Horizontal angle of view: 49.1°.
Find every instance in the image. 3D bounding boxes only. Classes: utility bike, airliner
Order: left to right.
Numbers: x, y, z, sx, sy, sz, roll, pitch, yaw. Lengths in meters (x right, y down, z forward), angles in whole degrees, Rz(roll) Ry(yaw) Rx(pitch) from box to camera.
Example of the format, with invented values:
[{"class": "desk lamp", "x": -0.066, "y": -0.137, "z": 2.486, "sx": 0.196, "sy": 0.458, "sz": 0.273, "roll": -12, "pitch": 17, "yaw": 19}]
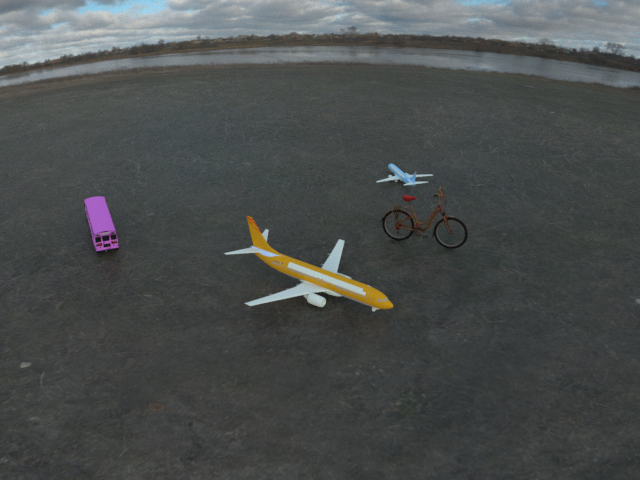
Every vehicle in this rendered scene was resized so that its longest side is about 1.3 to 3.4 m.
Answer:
[{"class": "airliner", "x": -0.073, "y": 0.337, "z": 9.799, "sx": 2.541, "sy": 0.835, "sz": 2.257, "roll": 18, "pitch": 32, "yaw": 31}, {"class": "airliner", "x": 1.579, "y": -1.327, "z": 13.455, "sx": 1.161, "sy": 0.429, "sz": 1.307, "roll": -8, "pitch": 28, "yaw": -15}, {"class": "utility bike", "x": 1.650, "y": -0.386, "z": 11.076, "sx": 1.435, "sy": 0.946, "sz": 0.535, "roll": 10, "pitch": 29, "yaw": 18}]

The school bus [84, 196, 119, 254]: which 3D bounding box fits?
[{"class": "school bus", "x": -3.599, "y": -0.296, "z": 11.460, "sx": 0.365, "sy": 0.434, "sz": 1.708, "roll": -11, "pitch": 29, "yaw": -20}]
